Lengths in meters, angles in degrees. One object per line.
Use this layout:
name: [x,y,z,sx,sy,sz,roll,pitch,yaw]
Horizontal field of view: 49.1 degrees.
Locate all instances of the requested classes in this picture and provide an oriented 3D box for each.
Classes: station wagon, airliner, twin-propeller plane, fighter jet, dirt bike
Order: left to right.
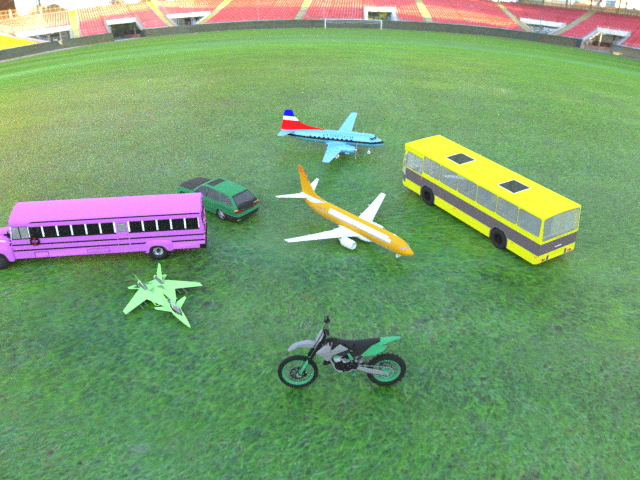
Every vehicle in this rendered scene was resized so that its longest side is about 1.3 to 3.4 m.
fighter jet: [-2.089,0.780,9.534,1.147,0.286,1.358,-20,36,-30]
station wagon: [-1.784,-0.796,12.009,1.597,0.473,0.682,23,38,33]
twin-propeller plane: [0.238,-2.158,13.993,2.129,0.792,2.663,7,31,12]
dirt bike: [0.257,1.353,8.009,1.493,0.857,0.527,-1,31,-2]
airliner: [0.493,-0.446,11.064,2.257,0.835,2.541,-27,40,-37]

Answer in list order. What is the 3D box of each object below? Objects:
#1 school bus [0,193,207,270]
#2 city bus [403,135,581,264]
school bus: [-3.402,-0.164,10.580,3.322,0.844,0.709,-4,31,-6]
city bus: [2.658,-0.714,11.458,0.926,0.894,3.255,-18,35,-27]
